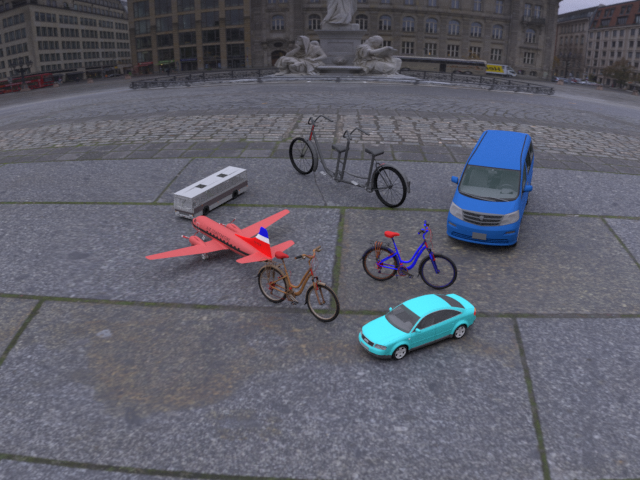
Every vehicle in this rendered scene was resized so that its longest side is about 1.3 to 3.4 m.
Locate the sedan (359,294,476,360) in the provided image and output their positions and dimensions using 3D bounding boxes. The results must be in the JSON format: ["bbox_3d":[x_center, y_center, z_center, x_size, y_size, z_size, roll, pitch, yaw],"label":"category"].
[{"bbox_3d":[1.236,1.025,8.816,1.613,0.483,0.635,-14,29,-27],"label":"sedan"}]

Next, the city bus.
[{"bbox_3d":[-1.967,-0.863,12.785,0.476,0.460,1.674,14,29,26],"label":"city bus"}]

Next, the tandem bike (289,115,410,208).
[{"bbox_3d":[0.471,-1.556,13.230,0.550,1.326,3.192,-22,34,-39],"label":"tandem bike"}]

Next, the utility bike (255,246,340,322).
[{"bbox_3d":[-0.294,0.508,9.361,1.435,0.946,0.535,18,31,32],"label":"utility bike"}]

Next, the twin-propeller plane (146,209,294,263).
[{"bbox_3d":[-1.401,-0.107,10.822,2.663,0.792,2.129,-21,33,-37],"label":"twin-propeller plane"}]

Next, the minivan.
[{"bbox_3d":[3.017,-0.950,12.113,1.324,1.197,3.011,9,27,18],"label":"minivan"}]

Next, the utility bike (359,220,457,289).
[{"bbox_3d":[1.269,0.188,10.028,1.435,0.946,0.535,8,27,16],"label":"utility bike"}]
